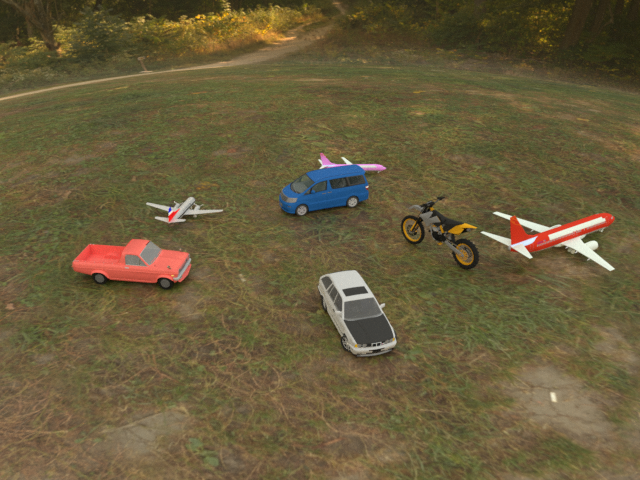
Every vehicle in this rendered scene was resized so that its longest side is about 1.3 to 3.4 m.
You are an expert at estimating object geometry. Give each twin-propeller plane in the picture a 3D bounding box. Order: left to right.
[{"bbox_3d":[-2.307,-0.541,11.688,1.370,0.407,1.095,6,28,11],"label":"twin-propeller plane"}]

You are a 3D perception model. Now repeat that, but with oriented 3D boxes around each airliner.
[{"bbox_3d":[0.628,-1.481,13.487,1.307,0.429,1.161,-1,27,-2],"label":"airliner"},{"bbox_3d":[3.713,-0.253,10.663,2.541,0.835,2.257,-16,32,-29],"label":"airliner"}]

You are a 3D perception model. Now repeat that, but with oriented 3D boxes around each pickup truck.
[{"bbox_3d":[-2.668,0.293,9.958,1.603,0.511,0.640,4,28,7],"label":"pickup truck"}]

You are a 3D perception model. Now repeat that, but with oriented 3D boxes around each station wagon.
[{"bbox_3d":[0.452,0.865,8.890,0.682,0.473,1.597,-7,28,-14],"label":"station wagon"}]

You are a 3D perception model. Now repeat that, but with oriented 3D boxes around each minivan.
[{"bbox_3d":[0.059,-0.880,12.120,1.548,0.616,0.681,-10,29,-19],"label":"minivan"}]

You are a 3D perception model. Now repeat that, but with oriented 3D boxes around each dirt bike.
[{"bbox_3d":[1.771,-0.147,10.434,0.527,0.857,1.493,-22,34,-36],"label":"dirt bike"}]
